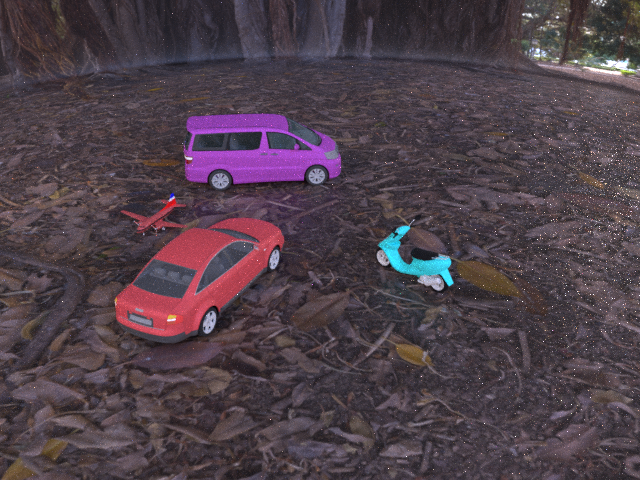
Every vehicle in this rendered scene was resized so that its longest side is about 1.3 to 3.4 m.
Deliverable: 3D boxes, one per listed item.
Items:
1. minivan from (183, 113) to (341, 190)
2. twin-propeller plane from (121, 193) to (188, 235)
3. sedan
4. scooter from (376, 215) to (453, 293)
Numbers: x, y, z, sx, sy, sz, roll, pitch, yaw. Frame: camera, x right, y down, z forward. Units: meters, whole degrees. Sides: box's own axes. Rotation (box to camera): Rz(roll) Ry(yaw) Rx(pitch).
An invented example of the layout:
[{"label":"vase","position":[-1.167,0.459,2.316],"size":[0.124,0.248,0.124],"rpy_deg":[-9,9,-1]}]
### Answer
[{"label":"minivan","position":[-1.096,-1.762,13.486],"size":[3.011,1.197,1.324],"rpy_deg":[-3,29,-6]},{"label":"twin-propeller plane","position":[-2.767,-0.429,11.889],"size":[1.370,0.407,1.095],"rpy_deg":[13,31,22]},{"label":"sedan","position":[-1.589,0.341,9.942],"size":[1.235,0.940,3.137],"rpy_deg":[13,31,22]},{"label":"scooter","position":[1.368,0.185,10.246],"size":[1.399,0.919,0.662],"rpy_deg":[25,38,38]}]
